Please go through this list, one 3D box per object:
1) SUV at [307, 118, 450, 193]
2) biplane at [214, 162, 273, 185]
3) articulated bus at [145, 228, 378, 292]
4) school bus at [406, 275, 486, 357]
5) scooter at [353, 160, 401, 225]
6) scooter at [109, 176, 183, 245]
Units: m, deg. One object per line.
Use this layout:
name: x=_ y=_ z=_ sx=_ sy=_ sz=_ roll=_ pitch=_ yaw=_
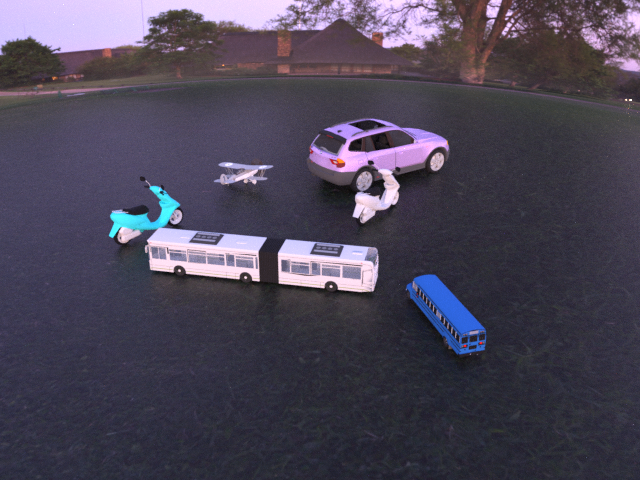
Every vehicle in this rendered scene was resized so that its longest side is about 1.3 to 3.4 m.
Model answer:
SUV: x=1.209 y=-1.829 z=13.907 sx=3.058 sy=1.128 sz=1.276 roll=-17 pitch=31 yaw=-31
biplane: x=-1.538 y=-1.247 z=13.424 sx=1.336 sy=0.504 sz=1.090 roll=18 pitch=31 yaw=32
articulated bus: x=-0.869 y=0.281 z=10.217 sx=3.401 sy=0.561 sz=0.605 roll=5 pitch=26 yaw=11
school bus: x=1.584 y=0.906 z=9.075 sx=0.365 sy=0.434 sz=1.708 roll=-7 pitch=27 yaw=-15
scooter: x=1.007 y=-0.842 z=12.118 sx=0.662 sy=0.919 sz=1.399 roll=18 pitch=31 yaw=33
scooter: x=-2.824 y=-0.491 z=11.396 sx=0.662 sy=0.919 sz=1.399 roll=22 pitch=34 yaw=38
